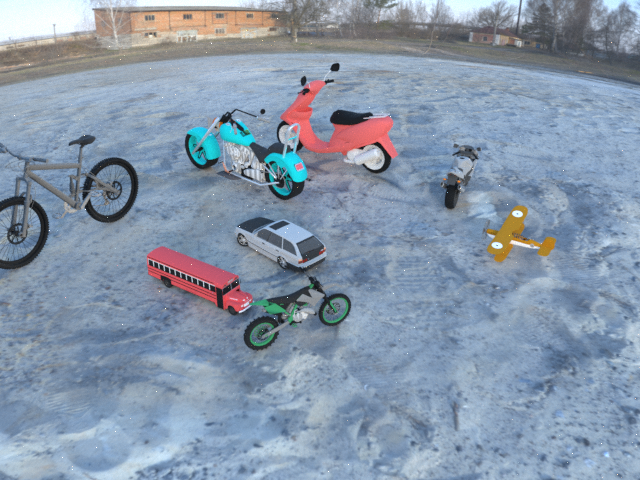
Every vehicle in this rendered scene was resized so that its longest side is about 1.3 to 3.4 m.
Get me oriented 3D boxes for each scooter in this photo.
[{"bbox_3d":[0.267,-2.314,13.352,2.721,1.786,1.288,18,34,29],"label":"scooter"}]

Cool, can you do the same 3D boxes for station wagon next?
[{"bbox_3d":[-0.632,-0.033,10.609,0.682,0.473,1.597,-26,38,-38],"label":"station wagon"}]

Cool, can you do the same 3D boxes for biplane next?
[{"bbox_3d":[2.964,0.003,10.513,1.090,0.504,1.336,17,33,27],"label":"biplane"}]

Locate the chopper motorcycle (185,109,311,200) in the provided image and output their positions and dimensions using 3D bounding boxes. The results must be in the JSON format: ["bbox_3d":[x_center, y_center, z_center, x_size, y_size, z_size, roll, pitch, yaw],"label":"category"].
[{"bbox_3d":[-1.411,-1.695,12.555,3.040,1.480,0.906,24,37,36],"label":"chopper motorcycle"}]

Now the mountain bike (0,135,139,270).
[{"bbox_3d":[-3.899,-0.717,10.590,1.114,1.688,2.857,19,34,30],"label":"mountain bike"}]

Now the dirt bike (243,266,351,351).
[{"bbox_3d":[-0.262,0.843,8.646,1.493,0.857,0.527,-15,32,-25],"label":"dirt bike"}]

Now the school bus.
[{"bbox_3d":[-1.650,0.545,9.613,1.708,0.434,0.365,18,34,30],"label":"school bus"}]

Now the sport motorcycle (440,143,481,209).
[{"bbox_3d":[2.447,-1.136,12.231,0.506,0.821,1.520,12,31,20],"label":"sport motorcycle"}]
